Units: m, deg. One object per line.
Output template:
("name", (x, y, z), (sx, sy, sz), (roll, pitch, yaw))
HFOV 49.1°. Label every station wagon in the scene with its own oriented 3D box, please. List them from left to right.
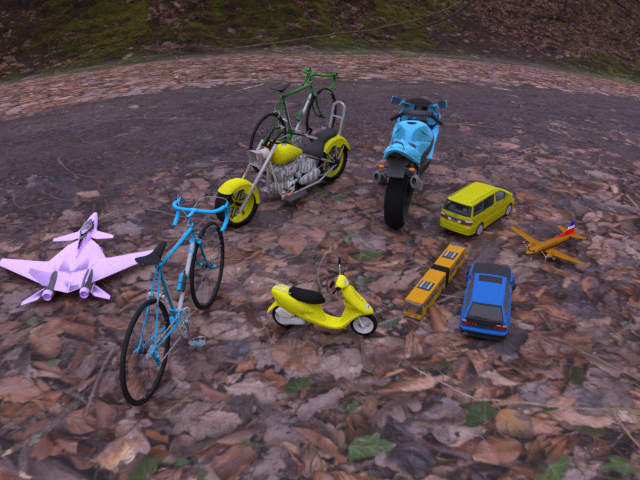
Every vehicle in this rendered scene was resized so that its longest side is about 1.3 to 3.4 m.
("station wagon", (2.220, 0.693, 9.213), (0.682, 0.473, 1.597), (8, 30, 14))

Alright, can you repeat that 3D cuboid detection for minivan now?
("minivan", (2.594, -0.586, 11.385), (0.681, 0.616, 1.548), (23, 36, 35))

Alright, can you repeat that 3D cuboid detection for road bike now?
("road bike", (-1.667, 0.557, 8.235), (0.696, 1.656, 3.004), (6, 29, 11))
("road bike", (-0.460, -2.376, 13.553), (0.696, 1.656, 3.004), (17, 33, 28))

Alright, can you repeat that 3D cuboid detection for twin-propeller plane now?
("twin-propeller plane", (3.461, 0.018, 10.506), (1.095, 0.407, 1.370), (-18, 33, -29))

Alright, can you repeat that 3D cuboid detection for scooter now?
("scooter", (0.027, 0.742, 8.662), (1.399, 0.919, 0.662), (5, 29, 9))

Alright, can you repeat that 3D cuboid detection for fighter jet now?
("fighter jet", (-3.535, 0.029, 10.329), (2.229, 0.557, 2.640), (-3, 29, -6))

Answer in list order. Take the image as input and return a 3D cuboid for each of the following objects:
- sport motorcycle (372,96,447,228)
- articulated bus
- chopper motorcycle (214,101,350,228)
("sport motorcycle", (1.508, -1.396, 11.837), (0.983, 1.596, 2.955), (8, 30, 14))
("articulated bus", (1.608, 0.545, 9.672), (0.311, 0.289, 1.749), (15, 32, 25))
("chopper motorcycle", (-0.567, -1.318, 11.817), (0.906, 1.480, 3.040), (24, 37, 36))
